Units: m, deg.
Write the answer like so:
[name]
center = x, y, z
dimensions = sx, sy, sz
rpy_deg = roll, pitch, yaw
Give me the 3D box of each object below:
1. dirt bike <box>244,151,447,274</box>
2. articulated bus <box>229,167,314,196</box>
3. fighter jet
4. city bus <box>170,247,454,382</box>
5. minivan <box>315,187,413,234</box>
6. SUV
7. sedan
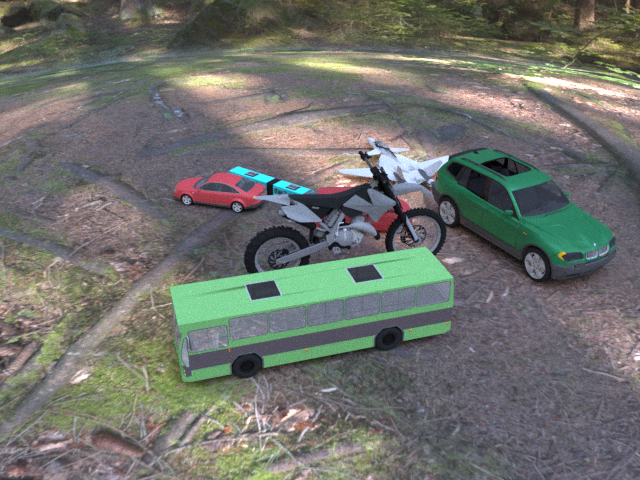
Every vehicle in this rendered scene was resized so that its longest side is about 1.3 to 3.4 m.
[dirt bike]
center = 0.388, -0.238, 9.501
dimensions = 2.903, 1.666, 1.024
rpy_deg = -7, 30, -13
[articulated bus]
center = -0.865, -0.925, 12.160
dimensions = 1.749, 0.289, 0.311
rpy_deg = 20, 35, 31
[fighter jet]
center = 1.358, -1.629, 13.154
dimensions = 2.229, 0.557, 2.640
rpy_deg = -9, 30, -15
[city bus]
center = -0.075, 0.871, 8.296
dimensions = 3.255, 0.894, 0.926
rpy_deg = -8, 30, -15
[minivan]
center = 0.692, -0.487, 11.033
dimensions = 1.548, 0.616, 0.681
rpy_deg = -1, 29, -2
[SUV]
center = 2.976, -0.487, 10.505
dimensions = 1.276, 1.128, 3.058
rpy_deg = -16, 33, -26
[sedan]
center = -1.710, -0.860, 11.842
dimensions = 1.613, 0.483, 0.635
rpy_deg = 8, 30, 15
